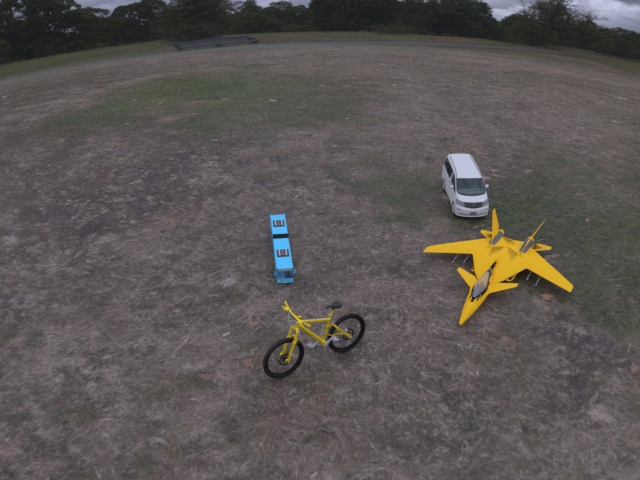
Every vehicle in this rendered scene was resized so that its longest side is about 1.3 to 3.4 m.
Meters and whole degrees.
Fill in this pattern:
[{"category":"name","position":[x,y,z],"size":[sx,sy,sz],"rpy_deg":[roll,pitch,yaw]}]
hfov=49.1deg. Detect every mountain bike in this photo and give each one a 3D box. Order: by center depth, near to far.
[{"category":"mountain bike","position":[-0.051,1.163,8.546],"size":[1.469,0.868,0.573],"rpy_deg":[-18,35,-27]}]

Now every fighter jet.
[{"category":"fighter jet","position":[2.504,0.390,10.174],"size":[2.229,0.557,2.640],"rpy_deg":[16,34,25]}]

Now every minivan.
[{"category":"minivan","position":[2.581,-0.978,12.454],"size":[0.681,0.616,1.548],"rpy_deg":[-1,30,-1]}]

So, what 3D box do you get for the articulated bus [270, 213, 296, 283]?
[{"category":"articulated bus","position":[-0.609,0.101,10.934],"size":[0.311,0.289,1.749],"rpy_deg":[-3,31,-6]}]
